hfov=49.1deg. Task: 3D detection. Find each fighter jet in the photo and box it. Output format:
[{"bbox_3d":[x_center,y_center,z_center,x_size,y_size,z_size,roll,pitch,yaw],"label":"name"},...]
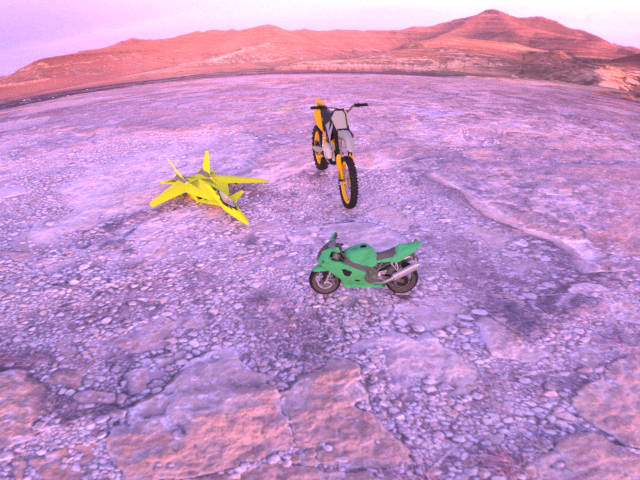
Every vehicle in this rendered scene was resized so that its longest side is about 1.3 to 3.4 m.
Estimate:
[{"bbox_3d":[-1.841,-0.892,12.285,2.229,0.557,2.640,-15,30,-28],"label":"fighter jet"}]

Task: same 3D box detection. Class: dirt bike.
[{"bbox_3d":[0.262,-1.743,12.763,1.024,1.666,2.903,-6,27,-12],"label":"dirt bike"}]

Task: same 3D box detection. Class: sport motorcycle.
[{"bbox_3d":[0.609,0.356,9.434,1.520,0.821,0.506,-1,26,-2],"label":"sport motorcycle"}]
